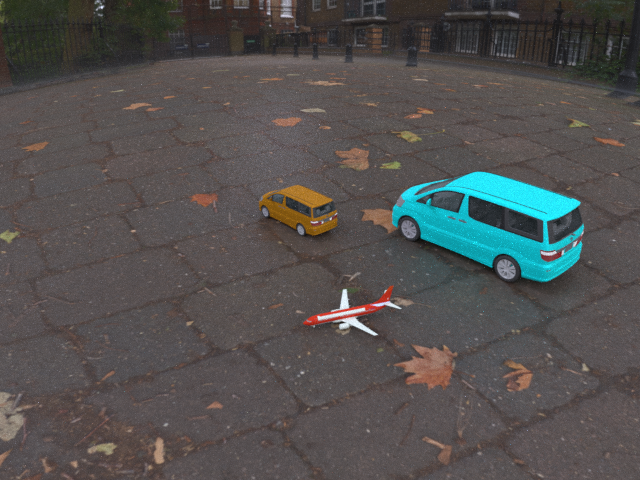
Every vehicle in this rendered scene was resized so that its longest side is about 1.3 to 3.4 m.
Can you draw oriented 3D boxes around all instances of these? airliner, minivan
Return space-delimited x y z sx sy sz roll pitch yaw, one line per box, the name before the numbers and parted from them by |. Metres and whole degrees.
airliner | 0.396 0.900 9.380 1.307 0.429 1.161 -9 29 -16
minivan | 2.530 -0.377 10.964 1.324 1.197 3.011 -25 37 -39
minivan | -0.405 -0.582 11.968 0.681 0.616 1.548 -23 36 -37
